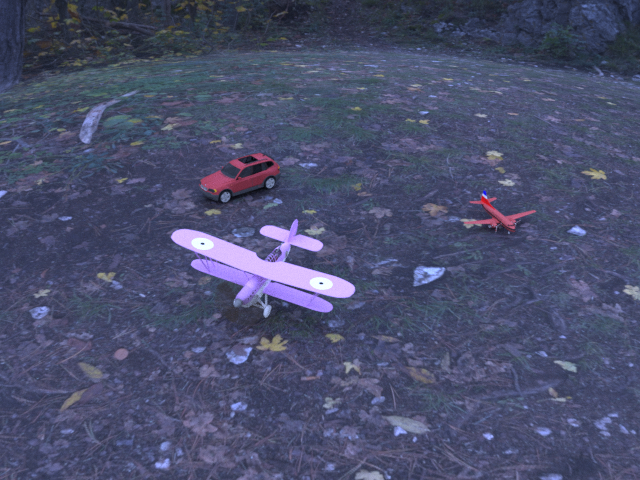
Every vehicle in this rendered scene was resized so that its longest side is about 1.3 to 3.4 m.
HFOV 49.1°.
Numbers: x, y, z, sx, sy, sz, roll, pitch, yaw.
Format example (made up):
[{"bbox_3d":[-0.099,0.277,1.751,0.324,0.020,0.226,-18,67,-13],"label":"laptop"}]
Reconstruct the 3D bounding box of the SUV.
[{"bbox_3d":[-1.474,-1.184,12.931,1.572,0.580,0.656,-21,35,-32],"label":"SUV"}]

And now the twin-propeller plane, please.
[{"bbox_3d":[2.998,-0.460,11.820,1.370,0.407,1.095,-9,31,-16],"label":"twin-propeller plane"}]

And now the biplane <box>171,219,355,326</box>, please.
[{"bbox_3d":[-0.674,0.391,9.721,2.598,0.981,2.120,10,31,17],"label":"biplane"}]
